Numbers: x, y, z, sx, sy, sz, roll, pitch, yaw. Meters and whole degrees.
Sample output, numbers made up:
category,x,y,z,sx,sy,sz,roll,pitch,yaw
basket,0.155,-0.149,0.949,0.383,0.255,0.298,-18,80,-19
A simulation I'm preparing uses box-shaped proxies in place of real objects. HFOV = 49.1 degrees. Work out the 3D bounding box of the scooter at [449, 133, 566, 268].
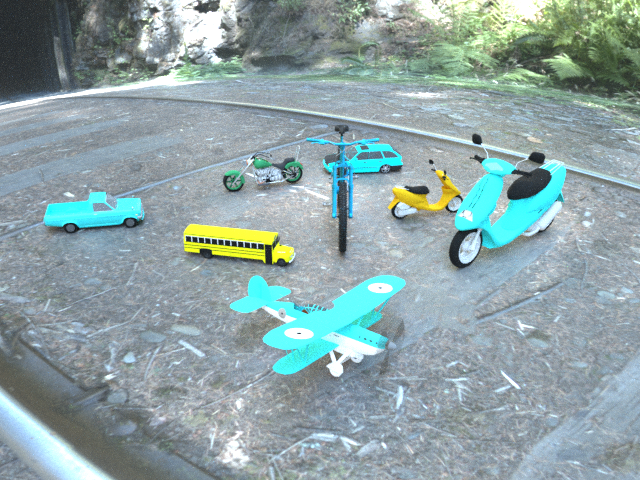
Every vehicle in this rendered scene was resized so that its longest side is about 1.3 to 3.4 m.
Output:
category,x,y,z,sx,sy,sz,roll,pitch,yaw
scooter,2.957,-0.693,10.735,2.721,1.786,1.288,-20,32,-35

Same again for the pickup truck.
category,x,y,z,sx,sy,sz,roll,pitch,yaw
pickup truck,-3.797,-0.500,11.796,1.603,0.511,0.640,-6,27,-11

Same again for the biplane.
category,x,y,z,sx,sy,sz,roll,pitch,yaw
biplane,-0.008,0.945,8.292,2.120,0.981,2.598,17,31,31

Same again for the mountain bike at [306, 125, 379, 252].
category,x,y,z,sx,sy,sz,roll,pitch,yaw
mountain bike,0.355,-1.013,11.504,1.114,1.688,2.857,0,26,1

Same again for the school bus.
category,x,y,z,sx,sy,sz,roll,pitch,yaw
school bus,-1.227,0.071,10.709,1.708,0.434,0.365,6,27,12

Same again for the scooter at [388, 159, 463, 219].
category,x,y,z,sx,sy,sz,roll,pitch,yaw
scooter,1.844,-0.840,12.026,1.399,0.919,0.662,-7,27,-14

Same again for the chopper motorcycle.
category,x,y,z,sx,sy,sz,roll,pitch,yaw
chopper motorcycle,-1.070,-1.358,13.270,1.563,0.761,0.466,-8,27,-16

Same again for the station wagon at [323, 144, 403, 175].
category,x,y,z,sx,sy,sz,roll,pitch,yaw
station wagon,0.859,-1.655,14.208,1.597,0.473,0.682,-3,26,-7
